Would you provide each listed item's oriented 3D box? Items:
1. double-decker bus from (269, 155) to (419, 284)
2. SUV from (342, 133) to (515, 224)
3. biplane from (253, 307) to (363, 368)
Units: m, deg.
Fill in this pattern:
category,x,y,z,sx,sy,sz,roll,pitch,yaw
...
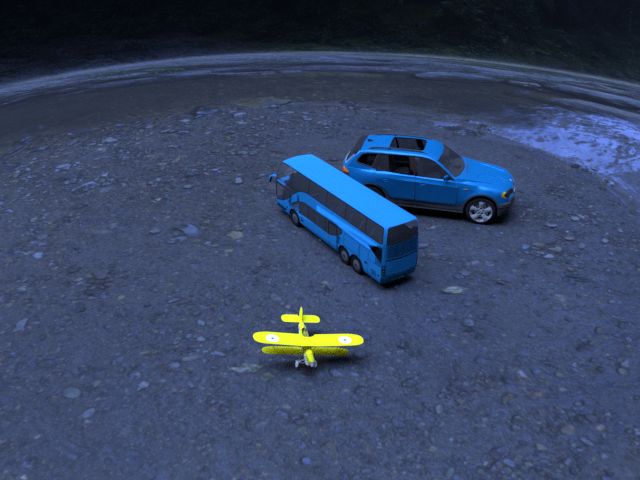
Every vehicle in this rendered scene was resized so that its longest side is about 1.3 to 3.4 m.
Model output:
category,x,y,z,sx,sy,sz,roll,pitch,yaw
double-decker bus,0.301,-0.444,11.067,0.756,1.052,3.251,-17,33,-28
SUV,1.874,-1.153,12.260,3.058,1.128,1.276,7,30,13
biplane,-0.157,1.230,8.628,1.336,0.504,1.090,-5,29,-8
